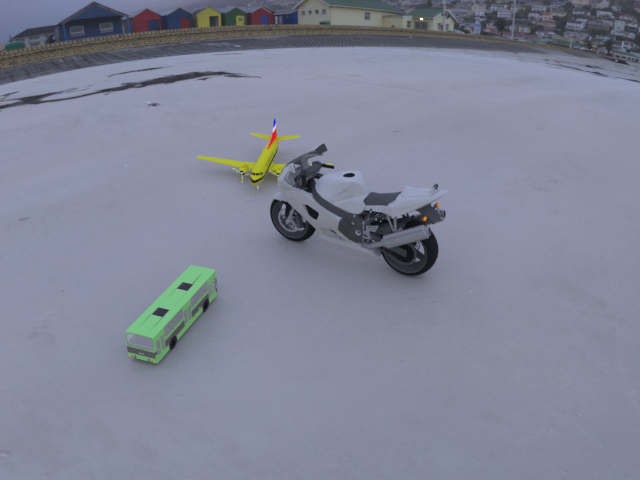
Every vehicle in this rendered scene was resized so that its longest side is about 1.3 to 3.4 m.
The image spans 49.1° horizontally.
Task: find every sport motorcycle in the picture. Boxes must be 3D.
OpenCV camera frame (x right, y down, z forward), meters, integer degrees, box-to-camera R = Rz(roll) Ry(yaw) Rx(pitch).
[{"bbox_3d":[0.484,-0.434,10.655,2.955,1.596,0.983,16,34,25],"label":"sport motorcycle"}]

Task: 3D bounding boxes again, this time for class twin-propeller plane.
[{"bbox_3d":[-1.050,-1.669,13.583,2.663,0.792,2.129,4,30,7],"label":"twin-propeller plane"}]

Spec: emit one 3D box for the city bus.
[{"bbox_3d":[-1.936,0.973,9.363,0.476,0.460,1.674,10,32,17],"label":"city bus"}]
